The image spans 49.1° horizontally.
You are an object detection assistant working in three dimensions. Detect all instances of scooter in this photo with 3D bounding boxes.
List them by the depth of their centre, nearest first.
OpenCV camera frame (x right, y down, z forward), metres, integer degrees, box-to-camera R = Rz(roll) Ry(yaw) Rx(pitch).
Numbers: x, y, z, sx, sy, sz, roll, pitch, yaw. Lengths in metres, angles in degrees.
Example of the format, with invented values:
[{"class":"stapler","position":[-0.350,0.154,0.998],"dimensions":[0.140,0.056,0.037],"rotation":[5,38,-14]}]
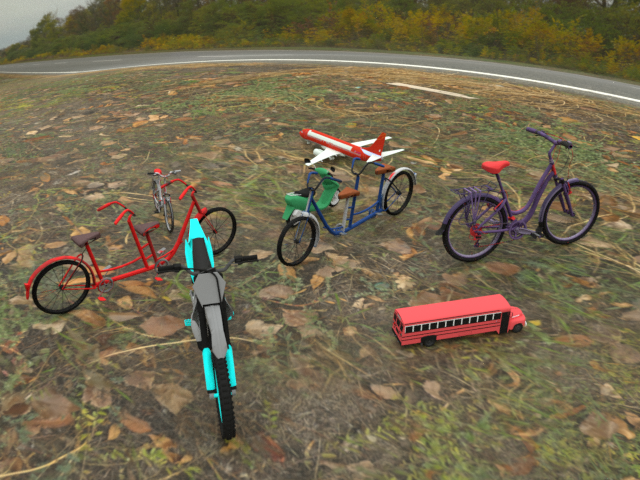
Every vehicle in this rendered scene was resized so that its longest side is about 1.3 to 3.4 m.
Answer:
[{"class":"scooter","position":[-0.111,-0.797,11.506],"dimensions":[0.662,0.919,1.399],"rotation":[22,36,35]}]

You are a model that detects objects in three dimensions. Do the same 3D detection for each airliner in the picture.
[{"class":"airliner","position":[0.408,-2.024,13.848],"dimensions":[2.257,0.835,2.541],"rotation":[-23,36,-35]}]

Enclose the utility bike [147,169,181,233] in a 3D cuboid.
[{"class":"utility bike","position":[-2.537,-0.766,11.420],"dimensions":[0.535,0.946,1.435],"rotation":[-12,31,-21]}]

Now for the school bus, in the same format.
[{"class":"school bus","position":[1.764,0.990,8.729],"dimensions":[1.708,0.434,0.365],"rotation":[-7,29,-12]}]

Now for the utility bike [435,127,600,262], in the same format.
[{"class":"utility bike","position":[2.947,-0.674,10.318],"dimensions":[2.791,1.839,1.039],"rotation":[-9,30,-16]}]

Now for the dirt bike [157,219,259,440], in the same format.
[{"class":"dirt bike","position":[-1.225,0.788,7.810],"dimensions":[1.024,1.666,2.903],"rotation":[-7,29,-13]}]

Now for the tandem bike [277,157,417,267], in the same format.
[{"class":"tandem bike","position":[0.511,-0.626,10.765],"dimensions":[0.550,1.326,3.192],"rotation":[25,37,38]}]

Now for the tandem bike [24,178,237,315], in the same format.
[{"class":"tandem bike","position":[-2.483,0.015,9.588],"dimensions":[3.192,1.326,0.550],"rotation":[-22,36,-35]}]
